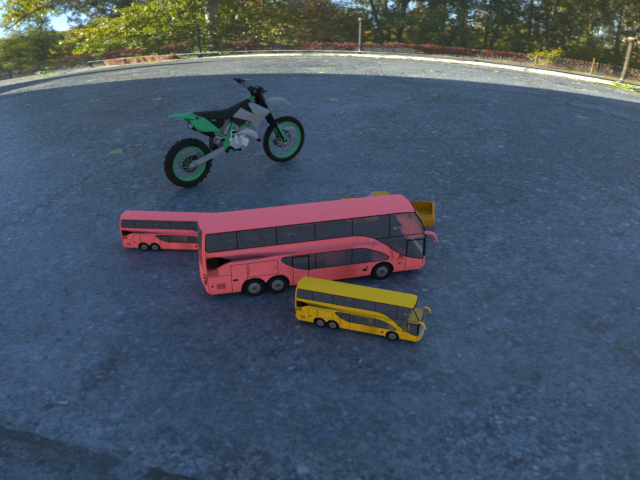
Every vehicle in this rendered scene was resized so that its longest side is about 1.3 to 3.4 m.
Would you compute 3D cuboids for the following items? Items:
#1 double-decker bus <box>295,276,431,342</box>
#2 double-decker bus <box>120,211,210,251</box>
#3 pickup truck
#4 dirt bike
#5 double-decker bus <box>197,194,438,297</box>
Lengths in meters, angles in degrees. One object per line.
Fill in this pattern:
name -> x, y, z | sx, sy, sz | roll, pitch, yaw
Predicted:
double-decker bus -> 0.515, 0.860, 8.675 | 1.672, 0.541, 0.389 | 9, 30, 15
double-decker bus -> -2.134, -0.133, 10.492 | 1.672, 0.541, 0.389 | 2, 29, 3
pickup truck -> 1.039, -0.470, 11.142 | 1.603, 0.511, 0.640 | 4, 29, 7
dirt bike -> -1.510, -1.971, 12.684 | 2.903, 1.666, 1.024 | -18, 34, -30
double-decker bus -> -0.033, 0.045, 9.634 | 3.251, 1.052, 0.756 | -7, 29, -12
